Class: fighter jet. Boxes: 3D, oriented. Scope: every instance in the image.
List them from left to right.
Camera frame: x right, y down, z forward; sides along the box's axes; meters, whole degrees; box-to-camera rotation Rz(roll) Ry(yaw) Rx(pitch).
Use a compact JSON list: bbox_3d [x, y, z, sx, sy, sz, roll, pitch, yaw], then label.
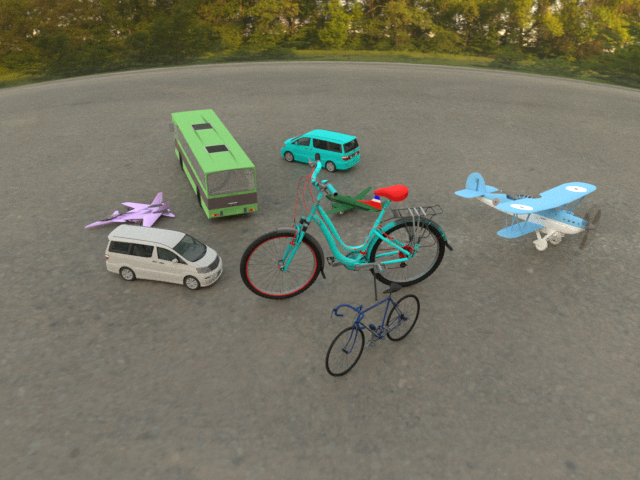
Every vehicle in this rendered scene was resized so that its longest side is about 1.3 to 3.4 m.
[{"bbox_3d":[-3.043,-0.424,11.052,1.358,0.286,1.147,-15,31,-27],"label":"fighter jet"}]

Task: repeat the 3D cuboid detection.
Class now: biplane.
[{"bbox_3d":[3.081,-0.478,10.402,2.120,0.981,2.598,24,36,38],"label":"biplane"}]

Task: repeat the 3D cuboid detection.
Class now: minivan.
[{"bbox_3d":[-2.103,0.208,9.474,1.548,0.616,0.681,7,28,13],"label":"minivan"},{"bbox_3d":[-0.016,-1.746,13.244,1.548,0.616,0.681,17,32,29],"label":"minivan"}]

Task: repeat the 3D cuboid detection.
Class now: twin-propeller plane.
[{"bbox_3d":[0.536,-0.648,11.353,1.095,0.407,1.370,19,33,32],"label":"twin-propeller plane"}]

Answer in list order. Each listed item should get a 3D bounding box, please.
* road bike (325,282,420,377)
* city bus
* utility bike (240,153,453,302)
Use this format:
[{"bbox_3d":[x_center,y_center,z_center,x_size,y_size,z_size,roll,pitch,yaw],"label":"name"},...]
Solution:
[{"bbox_3d":[0.622,0.944,7.800,1.545,0.852,0.358,-23,35,-38],"label":"road bike"},{"bbox_3d":[-1.904,-1.374,12.224,0.926,0.894,3.255,-9,29,-17],"label":"city bus"},{"bbox_3d":[0.393,-0.058,8.659,2.791,1.839,1.039,-5,28,-10],"label":"utility bike"}]
